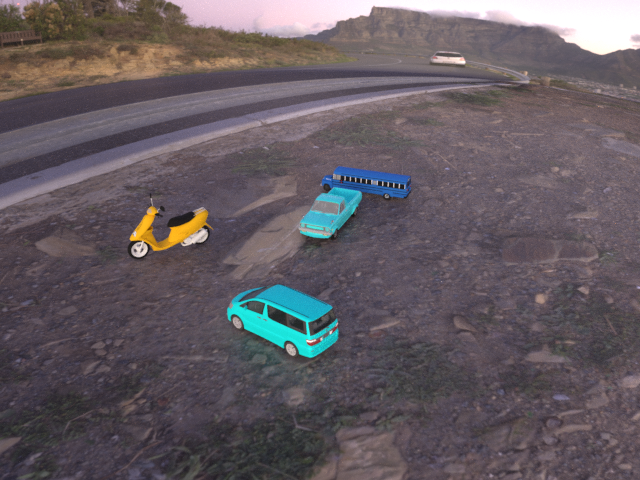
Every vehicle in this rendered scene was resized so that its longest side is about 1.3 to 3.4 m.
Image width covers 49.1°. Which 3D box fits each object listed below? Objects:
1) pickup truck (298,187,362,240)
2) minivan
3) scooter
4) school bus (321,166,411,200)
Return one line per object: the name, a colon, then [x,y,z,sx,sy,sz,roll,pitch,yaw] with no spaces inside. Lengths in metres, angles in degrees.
pickup truck: [0.200,-0.525,11.961,0.640,0.511,1.603,10,29,20]
minivan: [-0.510,0.944,8.942,1.548,0.616,0.681,20,33,34]
scooter: [-2.352,-0.241,10.948,1.399,0.919,0.662,-15,30,-26]
school bus: [0.845,-1.081,13.145,1.708,0.434,0.365,10,29,19]
